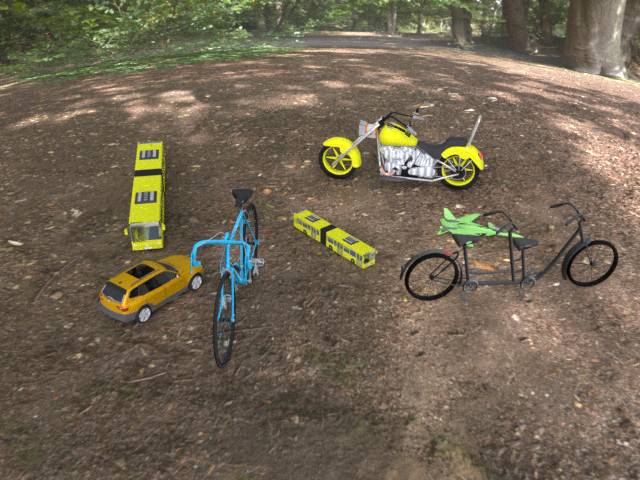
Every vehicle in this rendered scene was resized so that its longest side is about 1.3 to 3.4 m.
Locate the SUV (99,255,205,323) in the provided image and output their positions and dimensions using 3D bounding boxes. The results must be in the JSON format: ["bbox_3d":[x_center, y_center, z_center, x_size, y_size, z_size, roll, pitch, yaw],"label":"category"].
[{"bbox_3d":[-2.313,0.582,9.727,0.656,0.580,1.572,20,36,31],"label":"SUV"}]

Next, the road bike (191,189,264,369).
[{"bbox_3d":[-1.077,0.294,9.150,0.696,1.656,3.004,2,30,4],"label":"road bike"}]

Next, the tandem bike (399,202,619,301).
[{"bbox_3d":[2.667,0.192,9.657,3.192,1.326,0.550,-4,30,-7],"label":"tandem bike"}]

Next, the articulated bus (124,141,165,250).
[{"bbox_3d":[-2.992,-0.869,12.257,0.605,0.561,3.401,-5,30,-9],"label":"articulated bus"}]

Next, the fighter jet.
[{"bbox_3d":[2.632,-0.219,11.406,1.358,0.286,1.147,9,31,15],"label":"fighter jet"}]

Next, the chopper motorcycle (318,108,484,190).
[{"bbox_3d":[1.463,-1.699,12.774,3.040,1.480,0.906,8,31,14],"label":"chopper motorcycle"}]

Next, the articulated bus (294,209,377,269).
[{"bbox_3d":[0.206,-0.038,11.090,0.311,0.289,1.749,-22,37,-33],"label":"articulated bus"}]
